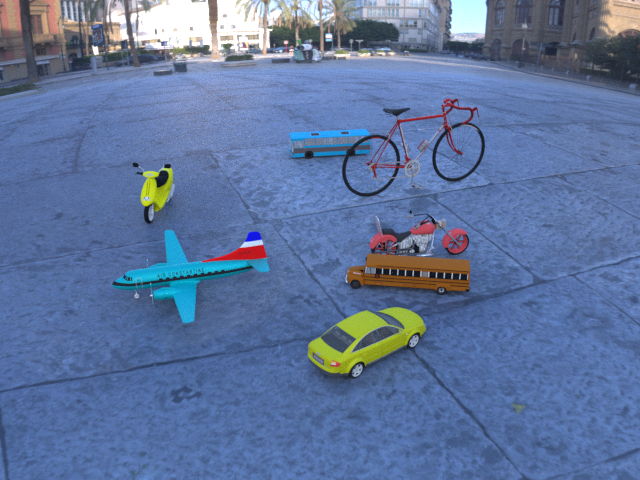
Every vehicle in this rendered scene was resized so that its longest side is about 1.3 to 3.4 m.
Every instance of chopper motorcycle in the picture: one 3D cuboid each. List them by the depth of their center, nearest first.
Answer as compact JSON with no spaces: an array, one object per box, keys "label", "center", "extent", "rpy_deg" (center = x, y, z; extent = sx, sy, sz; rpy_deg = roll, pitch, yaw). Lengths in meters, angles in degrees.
[{"label":"chopper motorcycle","center":[1.500,-0.077,10.456],"extent":[1.563,0.761,0.466],"rpy_deg":[-6,27,-12]}]

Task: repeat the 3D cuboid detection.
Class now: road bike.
[{"label":"road bike","center":[1.767,-1.706,12.721],"extent":[3.004,1.656,0.697],"rpy_deg":[-11,29,-21]}]

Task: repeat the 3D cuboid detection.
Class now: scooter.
[{"label":"scooter","center":[-2.790,-0.939,12.009],"extent":[0.662,0.919,1.399],"rpy_deg":[3,27,6]}]

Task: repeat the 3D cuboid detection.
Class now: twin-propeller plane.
[{"label":"twin-propeller plane","center":[-1.765,0.348,9.570],"extent":[2.129,0.792,2.663],"rpy_deg":[-7,27,-14]}]

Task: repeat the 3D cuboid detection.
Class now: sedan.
[{"label":"sedan","center":[0.590,1.130,8.346],"extent":[1.613,0.483,0.635],"rpy_deg":[-20,33,-34]}]

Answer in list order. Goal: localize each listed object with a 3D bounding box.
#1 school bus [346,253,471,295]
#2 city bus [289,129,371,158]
[{"label":"school bus","center":[1.215,0.462,9.741],"extent":[1.708,0.434,0.365],"rpy_deg":[4,27,7]},{"label":"city bus","center":[0.199,-2.008,14.669],"extent":[1.674,0.460,0.476],"rpy_deg":[-4,27,-8]}]
